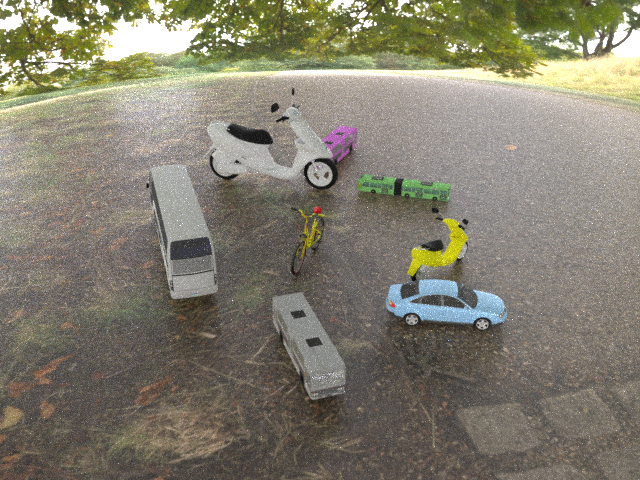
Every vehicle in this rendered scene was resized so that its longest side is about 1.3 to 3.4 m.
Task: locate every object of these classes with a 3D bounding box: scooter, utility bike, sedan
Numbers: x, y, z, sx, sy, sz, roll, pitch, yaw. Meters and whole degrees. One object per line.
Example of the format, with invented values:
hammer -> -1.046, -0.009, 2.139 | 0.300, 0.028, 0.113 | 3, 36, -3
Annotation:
scooter -> 1.803, 0.069, 10.438 | 1.399, 0.919, 0.662 | -24, 35, -38
utility bike -> -0.121, -0.101, 10.740 | 0.535, 0.946, 1.435 | 9, 29, 17
sedan -> 1.703, 0.828, 9.436 | 1.613, 0.483, 0.635 | 3, 27, 6
scooter -> -0.971, -1.897, 13.320 | 2.721, 1.786, 1.288 | 7, 28, 13

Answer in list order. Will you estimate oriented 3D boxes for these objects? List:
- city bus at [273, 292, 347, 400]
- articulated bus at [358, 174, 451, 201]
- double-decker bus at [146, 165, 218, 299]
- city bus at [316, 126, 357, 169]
city bus -> -0.169, 1.272, 8.596 | 0.476, 0.460, 1.674 | -9, 28, -17
articulated bus -> 1.586, -0.986, 13.185 | 1.749, 0.289, 0.311 | 8, 28, 15
double-decker bus -> -2.200, -0.259, 10.932 | 0.756, 1.052, 3.251 | -8, 28, -15
city bus -> 0.305, -1.945, 14.866 | 0.476, 0.460, 1.674 | 11, 29, 21
